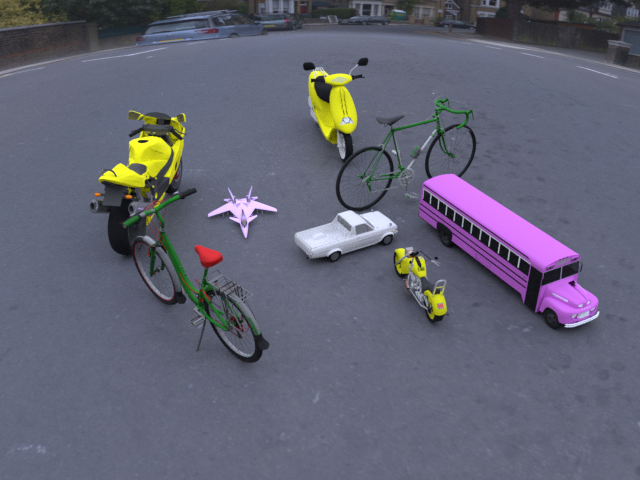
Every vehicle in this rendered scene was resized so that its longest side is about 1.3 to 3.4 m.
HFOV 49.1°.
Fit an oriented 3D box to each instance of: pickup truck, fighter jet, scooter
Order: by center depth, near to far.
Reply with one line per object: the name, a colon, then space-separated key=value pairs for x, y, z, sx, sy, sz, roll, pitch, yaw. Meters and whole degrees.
pickup truck: x=0.413 y=-0.120 z=10.821 sx=1.603 sy=0.511 sz=0.640 roll=-17 pitch=35 yaw=-25
fighter jet: x=-1.276 y=-0.462 z=11.589 sx=1.147 sy=0.286 sz=1.358 roll=-5 pitch=32 yaw=-8
scooter: x=0.228 y=-2.799 z=13.947 sx=1.288 sy=1.786 sz=2.721 roll=-8 pitch=33 yaw=-12

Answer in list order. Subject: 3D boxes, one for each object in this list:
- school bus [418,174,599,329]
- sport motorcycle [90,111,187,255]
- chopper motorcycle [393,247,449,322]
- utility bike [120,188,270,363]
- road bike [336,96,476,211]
school bus: x=2.667 y=0.078 z=10.184 sx=0.709 sy=0.844 sz=3.322 roll=-16 pitch=35 yaw=-23
sport motorcycle: x=-2.781 y=-1.015 z=11.238 sx=0.983 sy=1.596 sz=2.955 roll=4 pitch=32 yaw=7
chopper motorcycle: x=1.355 y=0.475 z=9.620 sx=0.466 sy=0.761 sz=1.563 roll=-8 pitch=33 yaw=-13
utility bike: x=-1.671 y=0.447 z=8.639 sx=2.791 sy=1.839 sz=1.039 roll=28 pitch=41 yaw=37
road bike: x=1.542 y=-1.471 z=11.920 sx=3.004 sy=1.656 sz=0.697 roll=-18 pitch=36 yaw=-26
